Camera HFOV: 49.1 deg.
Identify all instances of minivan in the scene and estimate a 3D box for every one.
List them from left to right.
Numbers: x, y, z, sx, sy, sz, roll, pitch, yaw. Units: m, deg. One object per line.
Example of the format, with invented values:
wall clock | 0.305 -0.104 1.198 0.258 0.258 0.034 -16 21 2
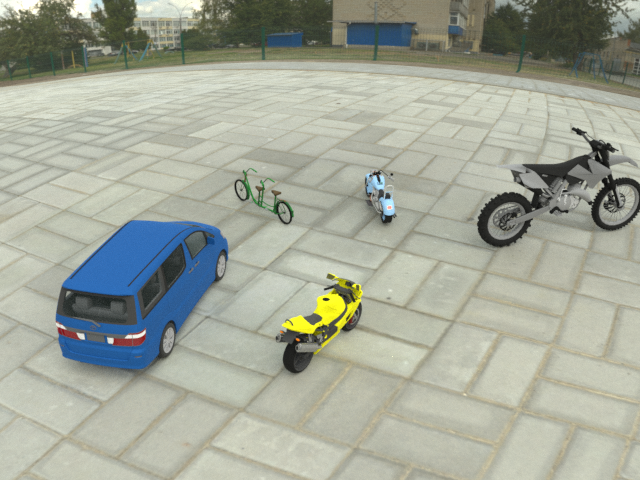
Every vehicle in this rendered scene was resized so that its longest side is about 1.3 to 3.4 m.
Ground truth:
minivan | -2.172 0.419 9.096 1.324 1.197 3.011 6 29 12

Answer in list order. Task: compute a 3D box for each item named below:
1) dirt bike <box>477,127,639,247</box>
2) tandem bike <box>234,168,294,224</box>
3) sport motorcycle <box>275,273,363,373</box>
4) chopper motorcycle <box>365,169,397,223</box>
dirt bike | 3.807 -0.777 10.830 2.903 1.666 1.024 -7 29 -13
tandem bike | -0.979 -0.780 11.877 0.283 0.682 1.642 -23 36 -36
sport motorcycle | 0.054 0.984 8.439 0.506 0.821 1.520 20 34 32
chopper motorcycle | 1.004 -0.868 11.958 0.466 0.761 1.563 -4 29 -8
